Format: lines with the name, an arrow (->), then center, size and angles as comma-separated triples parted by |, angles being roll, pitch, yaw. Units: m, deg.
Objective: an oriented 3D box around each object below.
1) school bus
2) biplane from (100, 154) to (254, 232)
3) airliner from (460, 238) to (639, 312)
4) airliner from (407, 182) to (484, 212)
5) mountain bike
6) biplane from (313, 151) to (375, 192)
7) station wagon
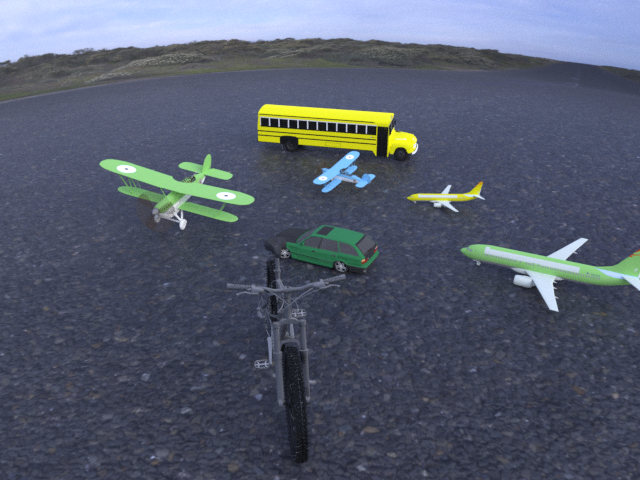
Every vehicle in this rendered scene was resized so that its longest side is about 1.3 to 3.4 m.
school bus -> 0.372, -2.258, 14.525 | 3.322, 0.844, 0.709 | 6, 27, 13
biplane -> -2.196, -0.818, 11.514 | 2.598, 0.981, 2.120 | 7, 28, 14
airliner -> 3.187, 0.204, 9.645 | 2.541, 0.835, 2.257 | 13, 30, 25
airliner -> 2.171, -0.822, 12.133 | 1.307, 0.429, 1.161 | 2, 27, 3
mountain bike -> -0.387, 0.901, 7.314 | 1.114, 1.688, 2.857 | -4, 27, -8
biplane -> 0.443, -1.150, 12.702 | 1.090, 0.504, 1.336 | 17, 32, 31
station wagon -> 0.047, 0.061, 10.332 | 1.597, 0.473, 0.682 | 13, 29, 23
